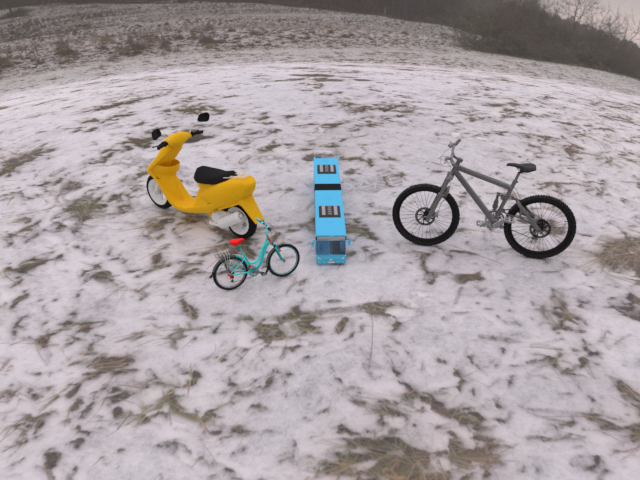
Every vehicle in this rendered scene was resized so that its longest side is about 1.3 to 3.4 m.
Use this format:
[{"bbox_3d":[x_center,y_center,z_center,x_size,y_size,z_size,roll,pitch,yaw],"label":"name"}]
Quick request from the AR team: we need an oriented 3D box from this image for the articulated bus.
[{"bbox_3d":[0.138,-0.619,12.258,0.605,0.561,3.401,0,28,-1],"label":"articulated bus"}]

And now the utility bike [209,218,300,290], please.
[{"bbox_3d":[-0.977,0.199,10.326,1.435,0.946,0.535,-13,31,-23],"label":"utility bike"}]

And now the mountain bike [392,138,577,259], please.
[{"bbox_3d":[2.564,-0.566,10.967,2.857,1.688,1.114,7,29,12],"label":"mountain bike"}]

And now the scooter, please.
[{"bbox_3d":[-2.057,-1.095,11.850,2.721,1.786,1.288,19,34,32],"label":"scooter"}]
